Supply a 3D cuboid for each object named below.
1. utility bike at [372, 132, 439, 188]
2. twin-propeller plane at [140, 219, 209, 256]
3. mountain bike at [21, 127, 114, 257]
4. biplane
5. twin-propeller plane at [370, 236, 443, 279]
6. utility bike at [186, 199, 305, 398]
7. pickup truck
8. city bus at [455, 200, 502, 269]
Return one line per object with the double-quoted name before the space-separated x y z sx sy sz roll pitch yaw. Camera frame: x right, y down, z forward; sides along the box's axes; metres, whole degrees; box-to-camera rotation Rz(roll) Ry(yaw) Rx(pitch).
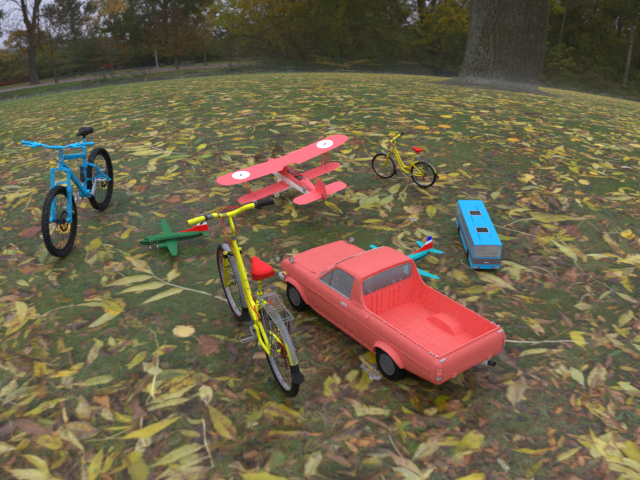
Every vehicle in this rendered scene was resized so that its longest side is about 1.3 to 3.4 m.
"utility bike" 1.585 -1.493 13.249 1.435 0.946 0.535 16 31 29
"twin-propeller plane" -2.296 -0.097 11.035 1.095 0.407 1.370 -9 28 -17
"mountain bike" -3.901 -0.943 11.302 1.114 1.688 2.857 2 26 3
"biplane" -0.472 -1.077 12.370 2.598 0.981 2.120 -15 30 -28
"twin-propeller plane" 1.296 0.256 10.322 1.095 0.407 1.370 -21 33 -36
"utility bike" -0.869 0.572 8.068 1.039 1.839 2.791 -11 29 -22
"pickup truck" 0.768 0.727 8.710 1.244 0.993 3.117 -18 32 -32
"city bus" 2.460 -0.088 10.958 0.476 0.460 1.674 1 26 2
